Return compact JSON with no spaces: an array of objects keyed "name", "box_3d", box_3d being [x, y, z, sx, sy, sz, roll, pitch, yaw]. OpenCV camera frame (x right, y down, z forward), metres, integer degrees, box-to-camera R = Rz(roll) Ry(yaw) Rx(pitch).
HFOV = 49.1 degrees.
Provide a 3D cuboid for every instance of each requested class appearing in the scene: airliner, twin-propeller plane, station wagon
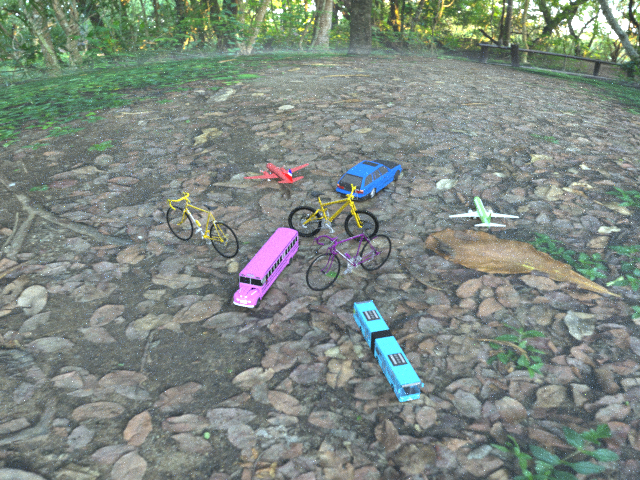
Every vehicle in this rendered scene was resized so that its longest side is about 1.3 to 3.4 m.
[{"name":"airliner","box_3d":[2.755,-0.544,11.834,1.161,0.429,1.307,1,29,1]},{"name":"twin-propeller plane","box_3d":[-0.770,-1.300,13.226,1.370,0.407,1.095,-15,32,-26]},{"name":"station wagon","box_3d":[0.942,-1.210,12.994,0.682,0.473,1.597,18,33,29]}]

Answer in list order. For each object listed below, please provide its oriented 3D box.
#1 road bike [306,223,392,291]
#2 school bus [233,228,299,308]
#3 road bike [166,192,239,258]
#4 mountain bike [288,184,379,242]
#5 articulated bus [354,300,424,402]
[{"name":"road bike","box_3d":[0.438,0.209,10.036,1.545,0.852,0.358,-19,34,-30]},{"name":"school bus","box_3d":[-0.768,0.388,10.143,0.365,0.434,1.708,10,30,17]},{"name":"road bike","box_3d":[-1.848,-0.241,10.849,1.545,0.852,0.358,19,34,31]},{"name":"mountain bike","box_3d":[0.211,-0.395,11.112,1.469,0.868,0.573,4,29,8]},{"name":"articulated bus","box_3d":[0.793,1.320,8.607,0.311,0.289,1.749,-8,30,-13]}]
